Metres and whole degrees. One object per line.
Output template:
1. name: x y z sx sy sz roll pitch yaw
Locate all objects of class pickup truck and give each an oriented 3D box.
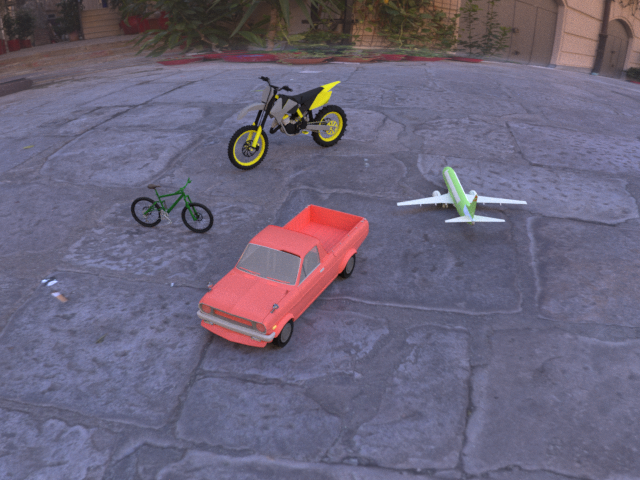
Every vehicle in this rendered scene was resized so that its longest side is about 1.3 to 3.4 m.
1. pickup truck: -0.421 0.325 10.000 1.244 0.993 3.117 15 34 24

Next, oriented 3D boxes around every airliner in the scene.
1. airliner: 2.459 -0.940 12.318 2.257 0.835 2.541 -1 30 -1

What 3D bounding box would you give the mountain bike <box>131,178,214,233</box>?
1. mountain bike: -2.478 -0.550 11.620 1.469 0.868 0.573 7 31 11

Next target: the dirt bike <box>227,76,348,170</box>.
1. dirt bike: -0.596 -2.418 14.023 2.903 1.666 1.024 -21 36 -31
